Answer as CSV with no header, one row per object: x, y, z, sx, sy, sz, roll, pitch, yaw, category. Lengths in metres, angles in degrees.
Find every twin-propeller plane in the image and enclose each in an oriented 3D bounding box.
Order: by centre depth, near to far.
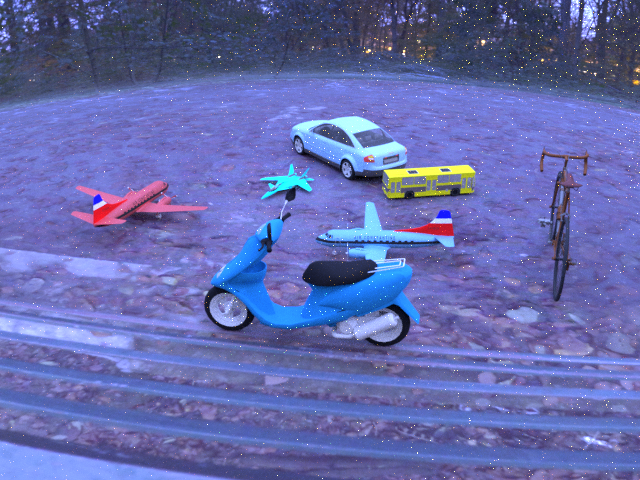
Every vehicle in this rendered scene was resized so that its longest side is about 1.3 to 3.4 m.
0.986,-0.110,10.711,2.129,0.792,2.663,1,26,2,twin-propeller plane
-3.196,-0.716,11.953,2.663,0.792,2.129,10,28,19,twin-propeller plane

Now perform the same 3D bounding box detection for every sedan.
0.517,-2.083,14.584,1.235,0.940,3.137,-16,30,-30,sedan

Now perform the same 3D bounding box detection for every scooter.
-0.137,0.428,8.475,2.721,1.786,1.288,5,26,9,scooter

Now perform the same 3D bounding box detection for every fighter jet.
-0.717,-1.083,13.281,1.147,0.286,1.358,15,30,28,fighter jet

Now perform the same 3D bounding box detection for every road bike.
3.518,-0.351,10.220,0.696,1.656,3.004,7,27,13,road bike

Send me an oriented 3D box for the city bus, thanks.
2.026,-1.070,13.057,1.674,0.460,0.476,-4,26,-9,city bus
